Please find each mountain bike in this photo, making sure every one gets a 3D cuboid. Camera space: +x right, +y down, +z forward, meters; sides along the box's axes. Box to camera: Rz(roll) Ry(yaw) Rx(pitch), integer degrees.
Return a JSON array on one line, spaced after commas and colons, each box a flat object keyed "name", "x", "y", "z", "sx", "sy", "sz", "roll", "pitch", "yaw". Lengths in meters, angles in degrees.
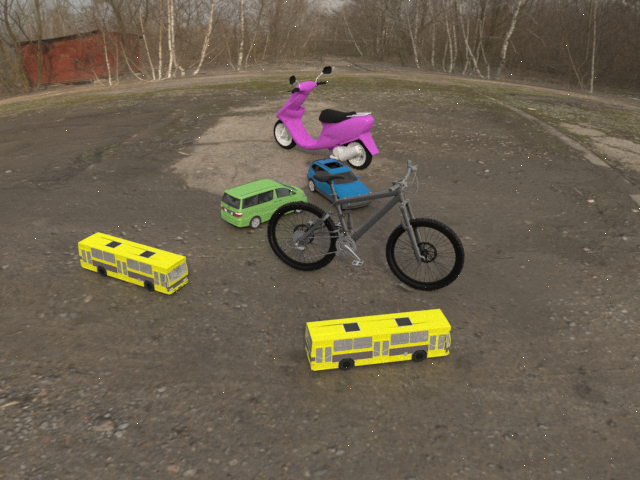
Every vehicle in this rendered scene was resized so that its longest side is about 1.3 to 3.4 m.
[{"name": "mountain bike", "x": 0.588, "y": -0.187, "z": 9.692, "sx": 2.857, "sy": 1.688, "sz": 1.114, "roll": 8, "pitch": 28, "yaw": 17}]

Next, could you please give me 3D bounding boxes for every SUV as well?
[{"name": "SUV", "x": 0.333, "y": -1.035, "z": 12.640, "sx": 0.656, "sy": 0.580, "sz": 1.572, "roll": -13, "pitch": 29, "yaw": -25}]

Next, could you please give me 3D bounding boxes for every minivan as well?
[{"name": "minivan", "x": -0.923, "y": -0.686, "z": 11.899, "sx": 1.548, "sy": 0.616, "sz": 0.681, "roll": -21, "pitch": 33, "yaw": -36}]

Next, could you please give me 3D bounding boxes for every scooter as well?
[{"name": "scooter", "x": 0.053, "y": -2.490, "z": 14.212, "sx": 2.721, "sy": 1.786, "sz": 1.288, "roll": 20, "pitch": 33, "yaw": 35}]

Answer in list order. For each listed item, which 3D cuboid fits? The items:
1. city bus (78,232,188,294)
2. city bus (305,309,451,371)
[{"name": "city bus", "x": -2.681, "y": 0.339, "z": 10.013, "sx": 1.674, "sy": 0.460, "sz": 0.476, "roll": 14, "pitch": 30, "yaw": 25}, {"name": "city bus", "x": 0.683, "y": 1.194, "z": 8.294, "sx": 1.674, "sy": 0.460, "sz": 0.476, "roll": -5, "pitch": 27, "yaw": -10}]
